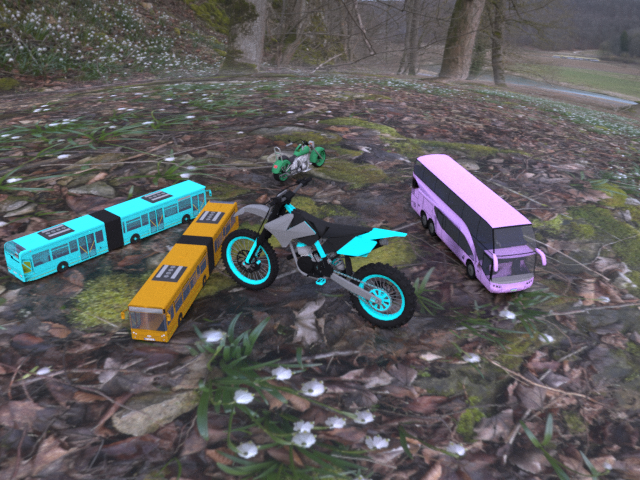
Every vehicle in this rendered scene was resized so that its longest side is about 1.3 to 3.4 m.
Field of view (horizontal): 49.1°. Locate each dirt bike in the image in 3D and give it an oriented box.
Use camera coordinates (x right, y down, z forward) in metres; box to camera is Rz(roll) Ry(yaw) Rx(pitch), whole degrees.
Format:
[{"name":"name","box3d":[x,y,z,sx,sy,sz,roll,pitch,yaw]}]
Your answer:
[{"name":"dirt bike","box3d":[-0.102,0.160,9.043,2.903,1.666,1.024,13,29,25]}]

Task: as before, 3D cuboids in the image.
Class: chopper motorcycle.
[{"name":"chopper motorcycle","box3d":[-0.389,-1.643,13.745,0.466,0.761,1.563,18,32,33]}]

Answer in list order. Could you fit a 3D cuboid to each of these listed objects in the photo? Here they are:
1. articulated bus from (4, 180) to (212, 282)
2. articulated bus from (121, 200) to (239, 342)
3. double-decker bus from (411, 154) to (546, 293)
[{"name":"articulated bus","box3d":[-3.210,-0.212,11.055,0.605,0.561,3.401,22,33,37]},{"name":"articulated bus","box3d":[-1.841,0.313,9.986,0.605,0.561,3.401,4,26,8]},{"name":"double-decker bus","box3d":[2.270,-0.314,10.707,0.756,1.052,3.251,-6,27,-13]}]
